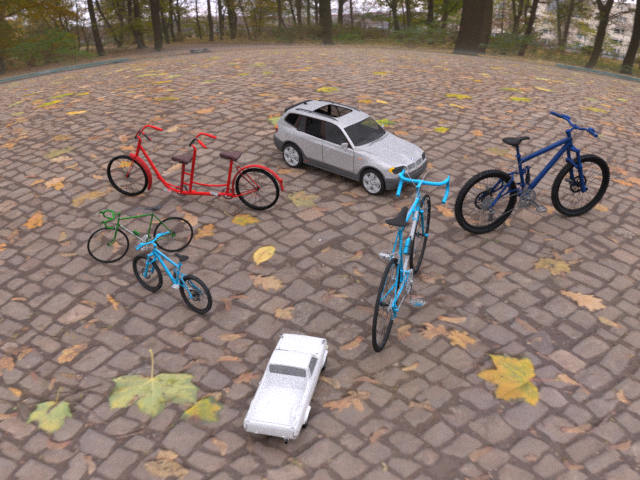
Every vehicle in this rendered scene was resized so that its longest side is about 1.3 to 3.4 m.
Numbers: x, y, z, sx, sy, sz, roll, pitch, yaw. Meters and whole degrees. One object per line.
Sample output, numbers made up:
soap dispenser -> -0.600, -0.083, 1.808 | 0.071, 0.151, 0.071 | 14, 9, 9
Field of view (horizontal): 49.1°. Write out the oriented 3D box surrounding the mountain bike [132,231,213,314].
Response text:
mountain bike -> -2.000, 0.447, 9.329 | 1.469, 0.868, 0.573 | 19, 35, 30

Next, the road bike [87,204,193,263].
road bike -> -2.651, -0.114, 10.328 | 1.545, 0.852, 0.358 | -10, 31, -17

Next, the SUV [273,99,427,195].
SUV -> 0.520, -1.817, 13.034 | 3.058, 1.128, 1.276 | 22, 36, 33

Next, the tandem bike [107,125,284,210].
tandem bike -> -2.157, -1.210, 11.770 | 3.192, 1.326, 0.550 | 6, 30, 11

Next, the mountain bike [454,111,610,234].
mountain bike -> 3.428, -0.995, 11.029 | 2.857, 1.688, 1.114 | -10, 31, -17

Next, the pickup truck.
pickup truck -> -0.344, 1.550, 7.757 | 0.640, 0.511, 1.603 | 6, 30, 11

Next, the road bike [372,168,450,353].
road bike -> 1.117, 0.138, 9.075 | 0.696, 1.656, 3.004 | 10, 31, 17
